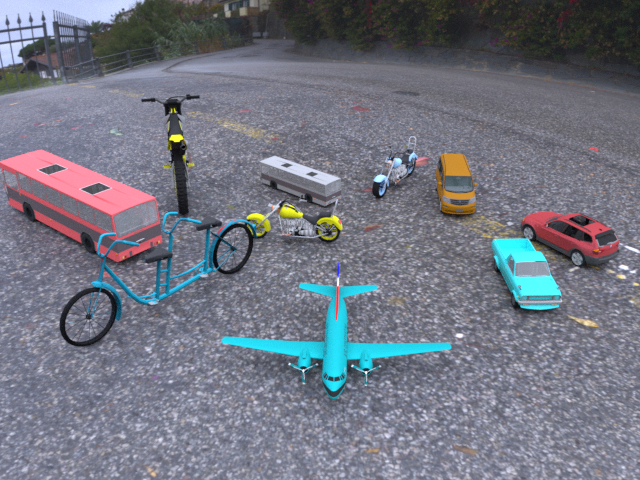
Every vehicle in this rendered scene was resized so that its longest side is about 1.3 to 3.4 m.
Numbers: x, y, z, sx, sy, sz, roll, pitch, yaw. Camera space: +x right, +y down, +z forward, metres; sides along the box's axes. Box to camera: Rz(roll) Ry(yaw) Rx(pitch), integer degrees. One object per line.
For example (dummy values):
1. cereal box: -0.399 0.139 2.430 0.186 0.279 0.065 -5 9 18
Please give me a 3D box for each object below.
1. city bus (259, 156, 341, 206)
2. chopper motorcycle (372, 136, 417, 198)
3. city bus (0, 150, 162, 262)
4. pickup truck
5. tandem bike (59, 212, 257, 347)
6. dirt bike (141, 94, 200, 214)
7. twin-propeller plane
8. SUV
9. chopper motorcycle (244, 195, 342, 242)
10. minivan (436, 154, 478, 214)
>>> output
1. city bus: -0.377 -1.062 12.680 1.674 0.460 0.476 23 35 37
2. chopper motorcycle: 1.393 -1.356 12.916 0.466 0.761 1.563 16 32 28
3. city bus: -3.911 -0.580 11.289 3.255 0.894 0.926 21 34 35
4. pickup truck: 2.873 0.401 9.825 0.640 0.511 1.603 -1 28 -1
5. tandem bike: -1.998 0.280 9.177 0.550 1.326 3.192 22 35 36
6. dirt bike: -2.584 -1.675 12.550 1.024 1.666 2.903 -6 28 -11
7. twin-propeller plane: 0.191 1.057 8.269 2.663 0.792 2.129 1 28 2
8. SUV: 3.824 -0.122 10.751 0.656 0.580 1.572 -16 31 -27
9. chopper motorcycle: -0.423 -0.339 10.971 1.563 0.761 0.466 5 28 9
10. minivan: 2.395 -0.995 12.383 0.681 0.616 1.548 2 28 3
